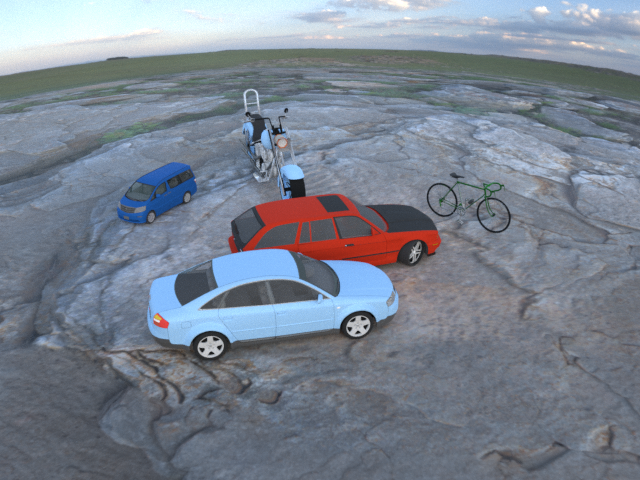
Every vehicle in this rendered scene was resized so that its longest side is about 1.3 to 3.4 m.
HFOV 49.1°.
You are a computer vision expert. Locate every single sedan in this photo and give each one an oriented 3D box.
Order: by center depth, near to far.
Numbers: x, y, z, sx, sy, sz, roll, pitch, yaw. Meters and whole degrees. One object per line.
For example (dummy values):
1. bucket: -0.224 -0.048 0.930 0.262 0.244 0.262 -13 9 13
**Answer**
1. sedan: -0.554 0.659 8.700 3.137 0.940 1.235 -6 27 -12

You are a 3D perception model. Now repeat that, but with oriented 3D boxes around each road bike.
1. road bike: 2.401 -0.644 11.371 1.545 0.852 0.358 21 34 35

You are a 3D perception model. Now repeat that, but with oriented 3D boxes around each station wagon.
1. station wagon: 0.245 -0.138 10.296 3.105 0.920 1.327 -8 28 -15

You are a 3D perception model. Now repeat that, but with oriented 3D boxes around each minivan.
1. minivan: -2.786 -0.812 11.963 0.681 0.616 1.548 14 30 26

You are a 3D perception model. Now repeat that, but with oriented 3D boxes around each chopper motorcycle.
1. chopper motorcycle: -0.880 -1.688 12.737 0.906 1.480 3.040 -10 28 -18
